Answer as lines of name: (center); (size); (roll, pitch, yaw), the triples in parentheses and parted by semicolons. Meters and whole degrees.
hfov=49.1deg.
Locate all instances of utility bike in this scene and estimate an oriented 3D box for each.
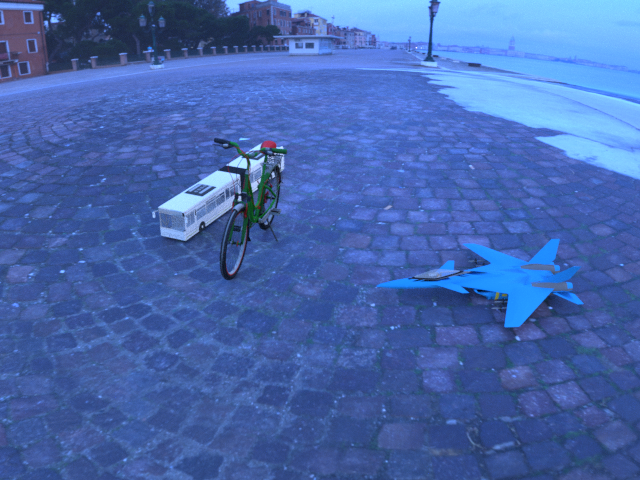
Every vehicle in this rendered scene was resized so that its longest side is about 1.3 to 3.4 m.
utility bike: (-0.874, -0.680, 10.233); (1.039, 1.839, 2.791); (6, 27, 12)

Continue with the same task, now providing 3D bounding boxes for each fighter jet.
fighter jet: (2.077, 0.439, 9.441); (2.640, 0.557, 2.229); (-1, 27, -3)

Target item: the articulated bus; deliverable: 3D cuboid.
articulated bus: (-1.603, -0.914, 12.109); (0.605, 0.561, 3.401); (12, 29, 22)
